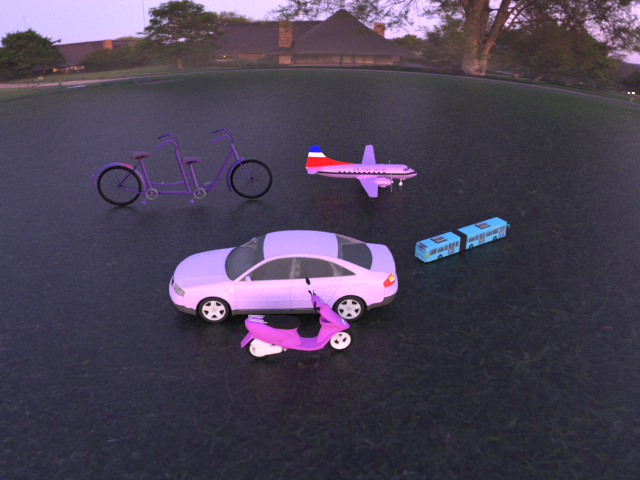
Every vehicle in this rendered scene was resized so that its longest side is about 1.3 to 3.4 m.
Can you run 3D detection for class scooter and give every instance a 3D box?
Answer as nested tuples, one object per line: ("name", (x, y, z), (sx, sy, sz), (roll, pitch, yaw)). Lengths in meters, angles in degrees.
("scooter", (-0.270, 1.014, 8.512), (1.399, 0.919, 0.662), (-4, 28, -8))

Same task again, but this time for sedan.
("sedan", (-0.501, 0.424, 9.632), (3.137, 0.940, 1.235), (-1, 27, -1))

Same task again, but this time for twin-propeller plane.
("twin-propeller plane", (0.793, -1.413, 13.344), (2.129, 0.792, 2.663), (1, 27, 2))

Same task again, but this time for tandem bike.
("tandem bike", (-2.451, -1.276, 12.497), (3.192, 1.326, 0.550), (-3, 28, -6))

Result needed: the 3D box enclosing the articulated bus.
("articulated bus", (2.280, -0.013, 11.184), (1.749, 0.289, 0.311), (-16, 31, -28))
